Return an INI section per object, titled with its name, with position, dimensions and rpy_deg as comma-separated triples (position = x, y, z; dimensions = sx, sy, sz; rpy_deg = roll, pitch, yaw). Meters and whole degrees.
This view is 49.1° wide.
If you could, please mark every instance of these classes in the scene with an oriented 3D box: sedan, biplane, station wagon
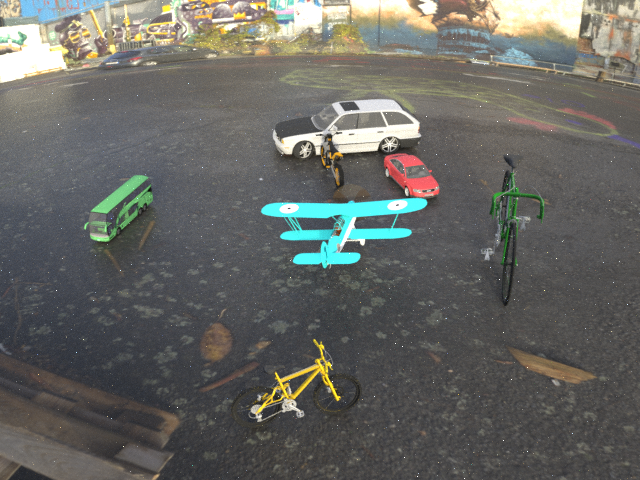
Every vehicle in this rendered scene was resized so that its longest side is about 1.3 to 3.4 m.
[sedan]
position = 1.727, -1.267, 13.257
dimensions = 0.635, 0.483, 1.613
rpy_deg = -9, 30, -15
[biplane]
position = 0.258, -0.121, 10.681
dimensions = 2.598, 0.981, 2.120
rpy_deg = 7, 30, 12
[station wagon]
position = 0.544, -2.407, 14.861
dimensions = 3.105, 0.920, 1.327
rpy_deg = -5, 29, -10

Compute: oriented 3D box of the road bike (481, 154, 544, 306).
[road bike]
position = 2.788, -0.321, 10.346
dimensions = 0.696, 1.656, 3.004
rpy_deg = 5, 29, 10

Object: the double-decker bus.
[double-decker bus]
position = -3.375, -0.538, 11.884
dimensions = 0.389, 0.541, 1.672
rpy_deg = 7, 30, 13

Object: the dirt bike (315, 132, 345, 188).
[dirt bike]
position = 0.218, -1.599, 13.471
dimensions = 0.527, 0.857, 1.493
rpy_deg = -7, 30, -13

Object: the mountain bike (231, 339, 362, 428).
[mountain bike]
position = -0.246, 1.636, 7.632
dimensions = 1.469, 0.868, 0.573
rpy_deg = -7, 30, -12
